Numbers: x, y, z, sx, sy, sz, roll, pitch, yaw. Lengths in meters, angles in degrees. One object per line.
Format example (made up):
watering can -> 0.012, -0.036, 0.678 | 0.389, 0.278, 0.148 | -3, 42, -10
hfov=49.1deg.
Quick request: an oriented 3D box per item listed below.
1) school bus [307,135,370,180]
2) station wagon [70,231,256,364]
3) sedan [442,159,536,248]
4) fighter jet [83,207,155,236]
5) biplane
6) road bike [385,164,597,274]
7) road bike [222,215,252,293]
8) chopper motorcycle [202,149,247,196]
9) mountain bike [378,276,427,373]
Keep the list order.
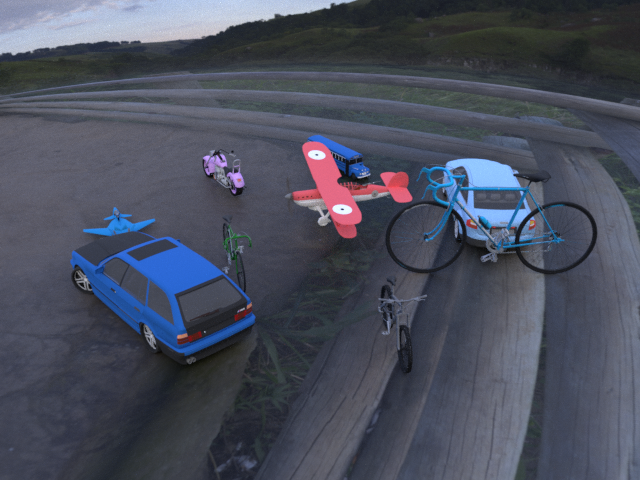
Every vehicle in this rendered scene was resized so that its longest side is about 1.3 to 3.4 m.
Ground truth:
school bus -> 0.364, -1.646, 13.902 | 0.365, 0.434, 1.708 | -18, 32, -31
station wagon -> -2.197, 0.495, 9.240 | 1.327, 0.920, 3.105 | -23, 35, -37
sedan -> 2.773, -0.815, 11.747 | 1.235, 0.940, 3.137 | 1, 27, 2
fighter jet -> -3.331, -0.353, 11.565 | 1.147, 0.286, 1.358 | -10, 29, -18
biplane -> 0.467, -0.765, 11.606 | 2.120, 0.981, 2.598 | -6, 28, -12
road bike -> 2.437, -0.246, 9.871 | 3.004, 1.656, 0.697 | 0, 27, 1
road bike -> -1.242, 0.130, 10.018 | 0.358, 0.852, 1.545 | -8, 29, -16
chopper motorcycle -> -1.820, -1.348, 12.971 | 0.466, 0.761, 1.563 | -16, 31, -28
mountain bike -> 0.918, 0.922, 8.471 | 0.573, 0.868, 1.469 | -4, 28, -7
